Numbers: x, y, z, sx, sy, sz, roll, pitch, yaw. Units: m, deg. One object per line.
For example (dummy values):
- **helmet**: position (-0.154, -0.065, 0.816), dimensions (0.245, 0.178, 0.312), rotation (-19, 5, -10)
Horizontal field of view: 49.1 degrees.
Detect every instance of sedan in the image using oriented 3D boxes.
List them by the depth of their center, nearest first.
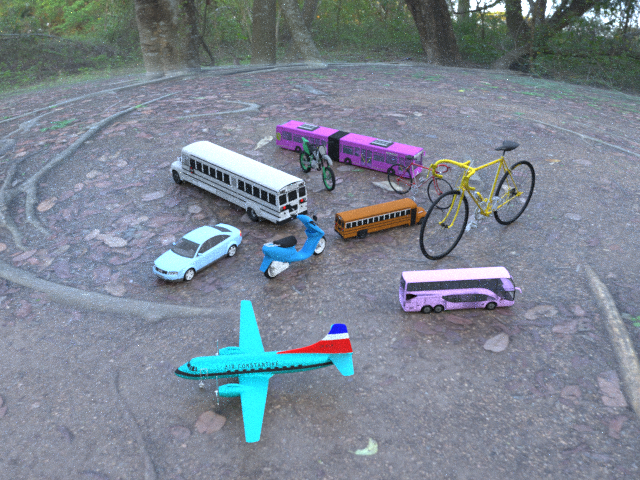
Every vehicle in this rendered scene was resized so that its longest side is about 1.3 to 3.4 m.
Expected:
- **sedan**: position (-1.904, 0.141, 10.930), dimensions (0.635, 0.483, 1.613), rotation (19, 34, 32)

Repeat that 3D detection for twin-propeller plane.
- **twin-propeller plane**: position (-0.661, 1.379, 8.293), dimensions (2.129, 0.792, 2.663), rotation (-3, 28, -6)

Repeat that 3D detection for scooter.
- **scooter**: position (-0.388, 0.009, 10.717), dimensions (0.662, 0.919, 1.399), rotation (24, 36, 37)

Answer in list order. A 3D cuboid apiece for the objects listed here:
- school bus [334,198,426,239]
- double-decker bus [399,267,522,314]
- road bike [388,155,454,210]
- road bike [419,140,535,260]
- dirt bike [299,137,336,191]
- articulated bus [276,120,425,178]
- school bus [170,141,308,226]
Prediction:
- **school bus**: position (1.077, -0.383, 11.960), dimensions (1.708, 0.434, 0.365), rotation (-13, 31, -23)
- **double-decker bus**: position (1.957, 0.695, 9.835), dimensions (1.672, 0.541, 0.389), rotation (-3, 28, -5)
- **road bike**: position (1.843, -1.106, 12.868), dimensions (0.358, 0.852, 1.545), rotation (-25, 37, -38)
- **road bike**: position (2.635, -0.730, 11.315), dimensions (3.004, 1.656, 0.696), rotation (-23, 36, -36)
- **dirt bike**: position (-0.054, -1.548, 13.688), dimensions (0.527, 0.857, 1.493), rotation (-13, 31, -23)
- **articulated bus**: position (0.573, -1.942, 14.737), dimensions (3.401, 0.561, 0.605), rotation (17, 33, 29)
- **school bus**: position (-1.616, -1.126, 12.914), dimensions (3.322, 0.844, 0.709), rotation (25, 37, 38)
